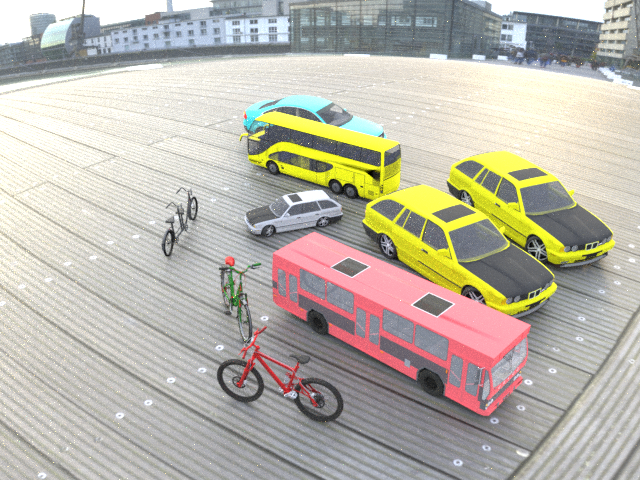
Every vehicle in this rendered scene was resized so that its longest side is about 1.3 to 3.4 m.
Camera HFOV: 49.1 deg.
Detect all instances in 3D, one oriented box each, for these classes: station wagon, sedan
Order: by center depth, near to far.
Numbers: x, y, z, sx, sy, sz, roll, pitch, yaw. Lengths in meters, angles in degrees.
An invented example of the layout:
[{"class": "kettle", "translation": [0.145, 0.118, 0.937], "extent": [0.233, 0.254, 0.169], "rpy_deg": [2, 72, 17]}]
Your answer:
[{"class": "station wagon", "translation": [1.932, 0.039, 10.066], "extent": [1.327, 0.920, 3.105], "rpy_deg": [-18, 33, -29]}, {"class": "station wagon", "translation": [3.327, -0.628, 11.285], "extent": [1.327, 0.920, 3.105], "rpy_deg": [-12, 31, -20]}, {"class": "station wagon", "translation": [-0.442, -0.473, 11.468], "extent": [1.597, 0.473, 0.682], "rpy_deg": [-11, 30, -19]}, {"class": "sedan", "translation": [-0.124, -2.427, 14.554], "extent": [3.137, 0.940, 1.235], "rpy_deg": [14, 32, 25]}]

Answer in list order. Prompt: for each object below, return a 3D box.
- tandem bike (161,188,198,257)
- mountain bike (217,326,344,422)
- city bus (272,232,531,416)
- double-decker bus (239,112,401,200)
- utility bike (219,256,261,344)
[{"class": "tandem bike", "translation": [-2.202, -0.347, 11.020], "extent": [0.283, 0.682, 1.642], "rpy_deg": [4, 29, 8]}, {"class": "mountain bike", "translation": [-0.446, 1.484, 7.478], "extent": [1.469, 0.868, 0.573], "rpy_deg": [10, 30, 17]}, {"class": "city bus", "translation": [0.834, 0.928, 8.467], "extent": [3.255, 0.894, 0.926], "rpy_deg": [24, 36, 36]}, {"class": "double-decker bus", "translation": [-0.033, -1.589, 12.905], "extent": [3.251, 1.052, 0.756], "rpy_deg": [20, 34, 32]}, {"class": "utility bike", "translation": [-1.045, 0.629, 8.960], "extent": [0.535, 0.946, 1.435], "rpy_deg": [-11, 30, -19]}]
